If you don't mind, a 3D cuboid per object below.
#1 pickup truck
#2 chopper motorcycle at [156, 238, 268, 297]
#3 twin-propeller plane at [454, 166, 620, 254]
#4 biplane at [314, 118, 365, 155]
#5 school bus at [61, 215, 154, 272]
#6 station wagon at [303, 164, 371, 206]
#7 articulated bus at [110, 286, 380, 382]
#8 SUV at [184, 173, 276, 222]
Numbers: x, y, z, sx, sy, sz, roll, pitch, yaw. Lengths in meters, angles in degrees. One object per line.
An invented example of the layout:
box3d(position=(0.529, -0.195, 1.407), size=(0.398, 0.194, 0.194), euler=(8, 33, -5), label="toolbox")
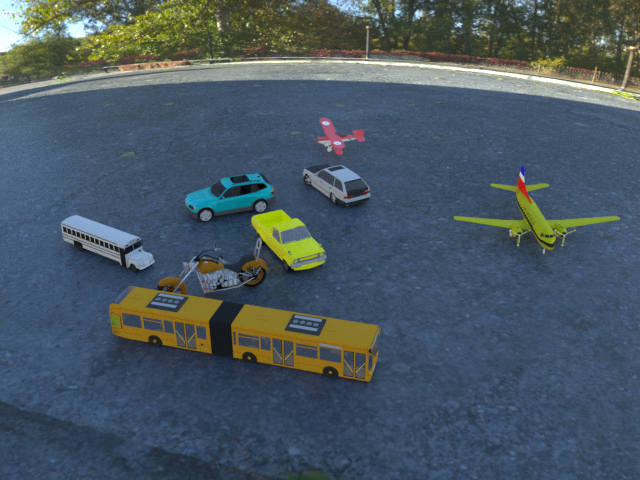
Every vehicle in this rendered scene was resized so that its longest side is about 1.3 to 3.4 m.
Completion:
box3d(position=(-0.511, -0.062, 10.885), size=(0.640, 0.511, 1.603), euler=(-14, 31, -24), label="pickup truck")
box3d(position=(-1.489, 0.437, 9.691), size=(1.563, 0.761, 0.466), euler=(-10, 30, -18), label="chopper motorcycle")
box3d(position=(3.482, -0.497, 11.399), size=(2.663, 0.792, 2.129), euler=(0, 28, 0), label="twin-propeller plane")
box3d(position=(0.406, -2.140, 14.762), size=(1.090, 0.504, 1.336), euler=(-7, 29, -13), label="biplane")
box3d(position=(-3.268, 0.045, 10.767), size=(1.708, 0.434, 0.365), euler=(17, 33, 29), label="school bus")
box3d(position=(0.275, -1.111, 12.879), size=(0.682, 0.473, 1.597), euler=(-16, 32, -27), label="station wagon")
box3d(position=(-0.947, 1.129, 8.614), size=(3.401, 0.561, 0.605), euler=(8, 29, 14), label="articulated bus")
box3d(position=(-1.561, -0.778, 12.145), size=(1.572, 0.580, 0.656), euler=(-10, 30, -19), label="SUV")
